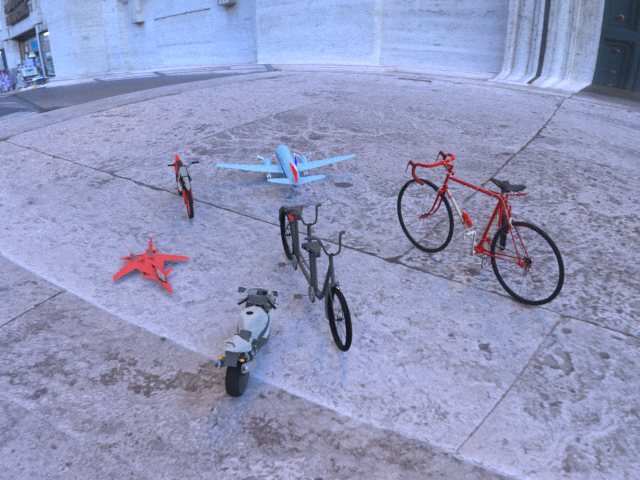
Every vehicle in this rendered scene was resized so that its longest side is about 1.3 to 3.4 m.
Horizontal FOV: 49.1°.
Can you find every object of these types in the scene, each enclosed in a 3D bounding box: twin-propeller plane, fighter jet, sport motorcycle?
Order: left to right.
[{"bbox_3d":[-2.368,0.387,10.006,1.147,0.286,1.358,-16,32,-28],"label":"fighter jet"},{"bbox_3d":[-0.803,1.110,8.045,0.506,0.821,1.520,6,28,11],"label":"sport motorcycle"},{"bbox_3d":[-0.586,-1.477,13.028,2.663,0.792,2.129,-5,28,-10],"label":"twin-propeller plane"}]

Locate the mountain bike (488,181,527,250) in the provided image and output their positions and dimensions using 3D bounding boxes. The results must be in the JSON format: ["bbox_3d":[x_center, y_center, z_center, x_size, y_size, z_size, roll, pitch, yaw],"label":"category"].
[{"bbox_3d":[2.886,-0.463,11.004,0.573,0.868,1.469,5,28,10],"label":"mountain bike"}]

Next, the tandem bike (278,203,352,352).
[{"bbox_3d":[-0.123,0.181,9.278,0.550,1.326,3.192,-8,29,-15],"label":"tandem bike"}]

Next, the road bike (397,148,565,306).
[{"bbox_3d":[2.135,-0.244,9.734,0.697,1.656,3.004,-20,34,-33],"label":"road bike"}]

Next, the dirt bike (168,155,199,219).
[{"bbox_3d":[-2.333,-0.982,12.010,0.527,0.857,1.493,-9,29,-17],"label":"dirt bike"}]
